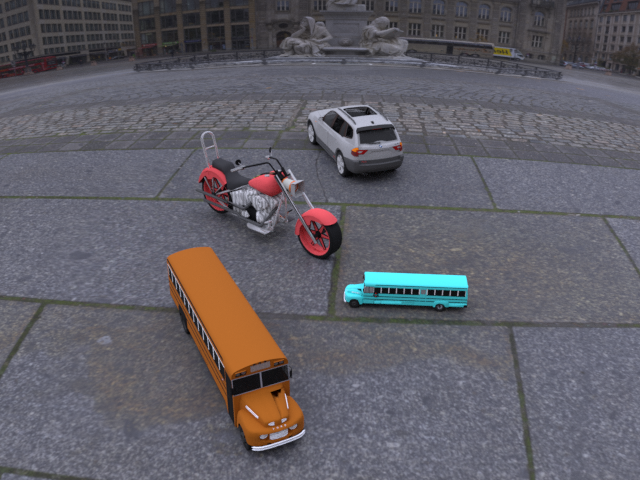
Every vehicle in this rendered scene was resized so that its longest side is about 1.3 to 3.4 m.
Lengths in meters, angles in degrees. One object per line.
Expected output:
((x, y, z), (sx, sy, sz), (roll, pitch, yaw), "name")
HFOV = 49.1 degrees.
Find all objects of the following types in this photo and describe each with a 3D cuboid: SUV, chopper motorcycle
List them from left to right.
((-0.893, -0.766, 11.421), (3.040, 1.480, 0.906), (22, 35, 35), "chopper motorcycle")
((0.684, -2.266, 14.556), (1.276, 1.128, 3.058), (-9, 30, -16), "SUV")

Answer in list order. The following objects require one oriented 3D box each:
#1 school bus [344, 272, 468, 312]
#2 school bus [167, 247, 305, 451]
((1.191, 0.709, 9.797), (1.708, 0.434, 0.365), (2, 29, 4), "school bus")
((-1.103, 1.186, 8.486), (0.709, 0.844, 3.322), (-13, 31, -22), "school bus")
